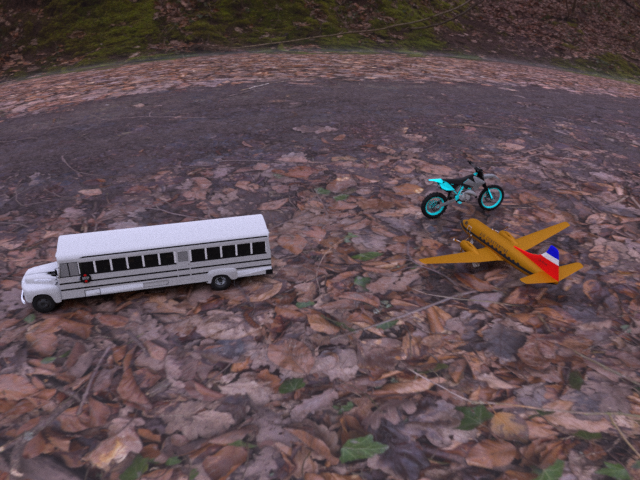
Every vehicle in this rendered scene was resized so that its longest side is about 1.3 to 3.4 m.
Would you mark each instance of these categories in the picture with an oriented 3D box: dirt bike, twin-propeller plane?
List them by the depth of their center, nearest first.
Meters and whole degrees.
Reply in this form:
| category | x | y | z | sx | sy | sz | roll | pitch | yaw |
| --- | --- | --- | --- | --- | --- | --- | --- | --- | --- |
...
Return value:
| category | x | y | z | sx | sy | sz | roll | pitch | yaw |
| --- | --- | --- | --- | --- | --- | --- | --- | --- | --- |
| twin-propeller plane | 2.668 | 0.052 | 9.999 | 2.663 | 0.792 | 2.129 | -13 | 31 | -22 |
| dirt bike | 2.364 | -0.808 | 11.490 | 1.493 | 0.857 | 0.527 | -8 | 30 | -14 |

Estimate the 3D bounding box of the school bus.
| category | x | y | z | sx | sy | sz | roll | pitch | yaw |
| --- | --- | --- | --- | --- | --- | --- | --- | --- | --- |
| school bus | -2.340 | 0.280 | 9.531 | 3.322 | 0.844 | 0.709 | -7 | 30 | -12 |
